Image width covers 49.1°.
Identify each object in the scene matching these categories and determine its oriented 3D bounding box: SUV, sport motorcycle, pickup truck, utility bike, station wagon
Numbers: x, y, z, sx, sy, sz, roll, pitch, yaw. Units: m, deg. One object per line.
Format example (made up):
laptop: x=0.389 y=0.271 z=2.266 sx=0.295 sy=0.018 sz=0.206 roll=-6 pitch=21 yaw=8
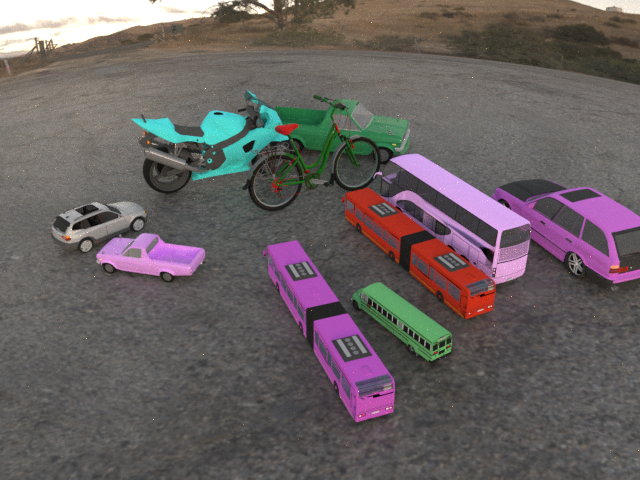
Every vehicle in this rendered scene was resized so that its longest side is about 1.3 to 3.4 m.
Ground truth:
SUV: x=-3.607 y=-0.316 z=11.479 sx=0.656 sy=0.580 sz=1.572 roll=26 pitch=39 yaw=37
sport motorcycle: x=-1.902 y=-1.771 z=12.990 sx=2.955 sy=1.596 sz=0.983 roll=-12 pitch=32 yaw=-19
pickup truck: x=0.324 y=-2.377 z=14.647 sx=3.117 sy=0.993 sz=1.244 roll=8 pitch=31 yaw=13
utility bike: x=-0.146 y=-1.573 z=12.402 sx=2.791 sy=1.839 sz=1.039 roll=-15 pitch=33 yaw=-24
station wagon: x=4.032 y=-0.342 z=11.183 sx=1.327 sy=0.920 sz=3.105 roll=-11 pitch=32 yaw=-19
pickup truck: x=-2.568 y=0.221 z=10.615 sx=1.603 sy=0.511 sz=0.640 roll=7 pitch=31 yaw=12

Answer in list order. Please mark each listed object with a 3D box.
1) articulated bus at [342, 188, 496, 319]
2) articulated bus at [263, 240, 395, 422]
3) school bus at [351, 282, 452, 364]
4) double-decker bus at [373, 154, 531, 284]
articulated bus: x=1.402 y=0.093 z=10.786 sx=0.605 sy=0.561 sz=3.401 roll=-15 pitch=33 yaw=-24
articulated bus: x=0.025 y=1.026 z=9.164 sx=0.605 sy=0.561 sz=3.401 roll=-11 pitch=32 yaw=-18
school bus: x=1.033 y=1.026 z=9.292 sx=0.365 sy=0.434 sz=1.708 roll=-19 pitch=35 yaw=-29
double-decker bus: x=2.023 y=-0.450 z=11.239 sx=0.756 sy=1.052 sz=3.251 roll=-15 pitch=33 yaw=-24
